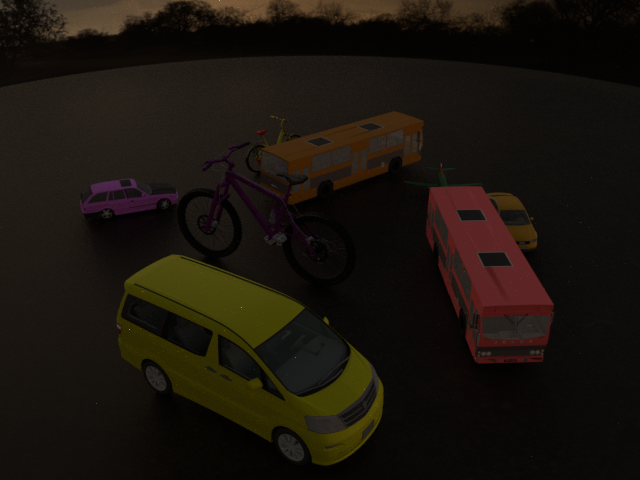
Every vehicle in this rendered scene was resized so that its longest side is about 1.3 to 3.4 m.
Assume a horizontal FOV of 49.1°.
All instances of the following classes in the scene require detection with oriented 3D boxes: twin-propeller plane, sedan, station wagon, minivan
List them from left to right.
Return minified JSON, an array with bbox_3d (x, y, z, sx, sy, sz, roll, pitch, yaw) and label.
[{"bbox_3d":[-3.195,-0.749,11.743,1.597,0.473,0.682,-11,30,-19],"label":"station wagon"},{"bbox_3d":[-0.772,1.169,7.404,3.011,1.197,1.324,18,33,30],"label":"minivan"},{"bbox_3d":[2.178,-1.081,12.432,1.370,0.407,1.095,2,28,4],"label":"twin-propeller plane"},{"bbox_3d":[2.958,-0.345,10.979,0.635,0.483,1.613,-1,28,-1],"label":"sedan"}]

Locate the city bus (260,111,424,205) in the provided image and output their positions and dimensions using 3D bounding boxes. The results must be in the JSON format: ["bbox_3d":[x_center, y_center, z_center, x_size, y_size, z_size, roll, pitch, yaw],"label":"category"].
[{"bbox_3d":[0.469,-1.501,12.700,3.255,0.894,0.926,-22,35,-34],"label":"city bus"}]

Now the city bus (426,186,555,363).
[{"bbox_3d":[2.097,0.347,9.256,0.926,0.894,3.255,-1,28,-2],"label":"city bus"}]

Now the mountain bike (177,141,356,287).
[{"bbox_3d":[-0.810,-0.320,9.659,2.857,1.688,1.114,13,31,23],"label":"mountain bike"}]

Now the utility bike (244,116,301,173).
[{"bbox_3d":[-0.894,-1.844,13.285,1.435,0.946,0.535,-22,35,-34],"label":"utility bike"}]
